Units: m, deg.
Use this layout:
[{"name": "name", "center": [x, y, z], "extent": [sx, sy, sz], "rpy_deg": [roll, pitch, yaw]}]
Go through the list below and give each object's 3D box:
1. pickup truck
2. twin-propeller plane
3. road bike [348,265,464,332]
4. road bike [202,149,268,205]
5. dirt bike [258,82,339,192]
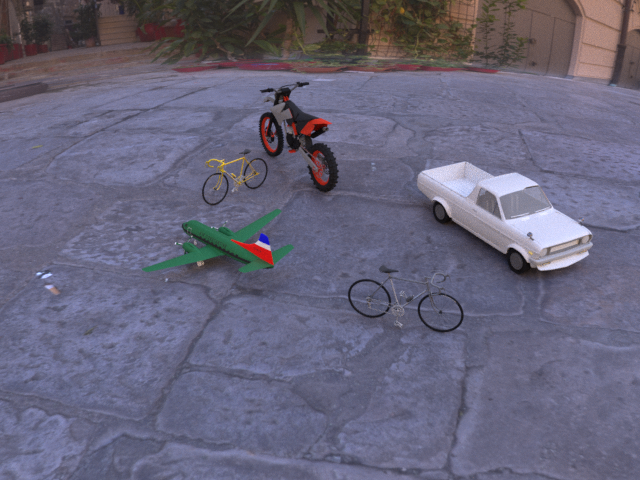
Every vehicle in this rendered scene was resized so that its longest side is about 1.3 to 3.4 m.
[{"name": "pickup truck", "center": [2.876, -0.547, 11.291], "extent": [1.244, 0.993, 3.117], "rpy_deg": [-14, 32, -24]}, {"name": "twin-propeller plane", "center": [-1.432, -0.022, 10.539], "extent": [2.129, 0.792, 2.663], "rpy_deg": [24, 37, 37]}, {"name": "road bike", "center": [1.100, 0.743, 9.073], "extent": [1.545, 0.852, 0.358], "rpy_deg": [10, 30, 18]}, {"name": "road bike", "center": [-1.517, -1.176, 12.594], "extent": [0.358, 0.852, 1.545], "rpy_deg": [24, 37, 37]}, {"name": "dirt bike", "center": [-0.490, -2.065, 13.372], "extent": [1.024, 1.666, 2.903], "rpy_deg": [-16, 33, -27]}]
